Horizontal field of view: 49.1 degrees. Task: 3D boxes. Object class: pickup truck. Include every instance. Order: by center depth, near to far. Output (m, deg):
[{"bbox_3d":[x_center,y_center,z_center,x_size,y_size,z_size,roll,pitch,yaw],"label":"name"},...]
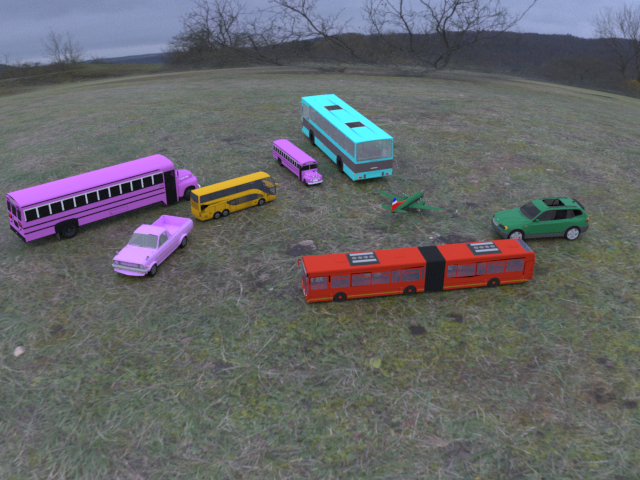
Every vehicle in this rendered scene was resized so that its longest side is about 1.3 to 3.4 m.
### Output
[{"bbox_3d":[-2.590,0.021,10.948,0.640,0.511,1.603,8,29,16],"label":"pickup truck"}]

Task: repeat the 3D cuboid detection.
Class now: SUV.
[{"bbox_3d":[3.649,-0.360,11.601,1.572,0.580,0.656,-3,28,-6],"label":"SUV"}]

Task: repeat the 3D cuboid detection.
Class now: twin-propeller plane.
[{"bbox_3d":[1.561,-0.713,12.463,1.370,0.407,1.095,20,33,33],"label":"twin-propeller plane"}]

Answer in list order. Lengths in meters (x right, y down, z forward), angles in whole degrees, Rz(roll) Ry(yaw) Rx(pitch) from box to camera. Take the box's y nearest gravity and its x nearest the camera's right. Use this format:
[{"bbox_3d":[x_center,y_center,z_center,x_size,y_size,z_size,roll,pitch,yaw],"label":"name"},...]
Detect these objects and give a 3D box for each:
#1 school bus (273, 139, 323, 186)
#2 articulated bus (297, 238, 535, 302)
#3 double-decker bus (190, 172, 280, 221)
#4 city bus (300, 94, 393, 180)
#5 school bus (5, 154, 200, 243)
[{"bbox_3d":[-0.460,-1.562,14.059,0.365,0.434,1.708,-13,30,-24],"label":"school bus"},{"bbox_3d":[1.400,0.427,10.115,3.401,0.561,0.605,-5,28,-9],"label":"articulated bus"},{"bbox_3d":[-1.503,-0.799,12.484,1.672,0.541,0.389,-20,33,-33],"label":"double-decker bus"},{"bbox_3d":[0.491,-2.188,14.760,0.926,0.894,3.255,-9,29,-17],"label":"city bus"},{"bbox_3d":[-3.632,-0.797,12.153,3.322,0.844,0.709,-22,35,-36],"label":"school bus"}]
